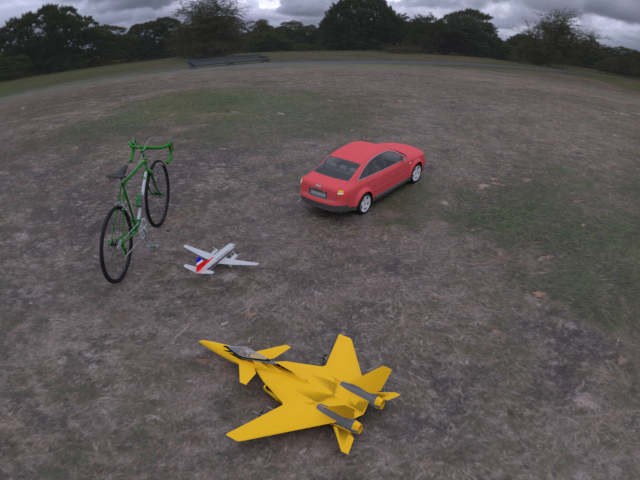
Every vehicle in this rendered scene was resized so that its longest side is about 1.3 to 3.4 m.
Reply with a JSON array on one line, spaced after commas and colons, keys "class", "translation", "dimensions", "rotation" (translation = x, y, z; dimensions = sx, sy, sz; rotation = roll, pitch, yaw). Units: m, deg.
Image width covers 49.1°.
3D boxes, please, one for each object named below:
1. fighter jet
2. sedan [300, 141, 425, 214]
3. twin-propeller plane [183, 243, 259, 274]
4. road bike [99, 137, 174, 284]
[{"class": "fighter jet", "translation": [-0.471, 1.502, 8.289], "dimensions": [2.640, 0.557, 2.229], "rotation": [18, 33, 30]}, {"class": "sedan", "translation": [0.897, -1.371, 13.300], "dimensions": [1.235, 0.940, 3.137], "rotation": [20, 34, 33]}, {"class": "twin-propeller plane", "translation": [-1.598, 0.243, 10.822], "dimensions": [1.370, 0.407, 1.095], "rotation": [13, 31, 23]}, {"class": "road bike", "translation": [-2.887, -0.579, 11.040], "dimensions": [0.696, 1.656, 3.004], "rotation": [3, 28, 6]}]
